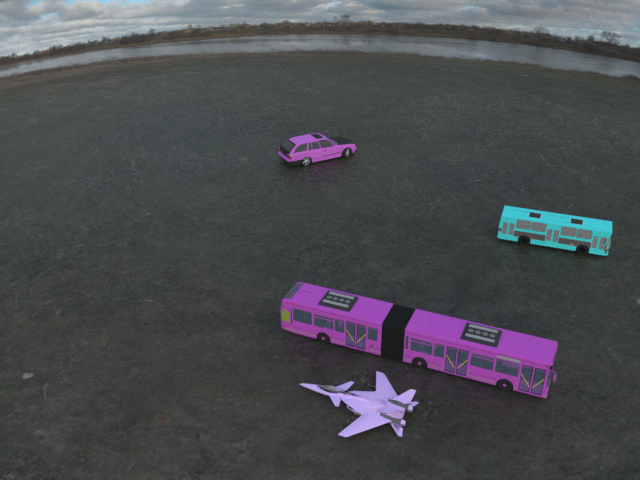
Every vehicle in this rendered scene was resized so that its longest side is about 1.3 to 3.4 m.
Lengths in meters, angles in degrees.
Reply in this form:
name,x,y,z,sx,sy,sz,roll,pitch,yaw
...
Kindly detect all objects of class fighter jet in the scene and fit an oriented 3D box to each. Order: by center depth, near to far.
name,x,y,z,sx,sy,sz,roll,pitch,yaw
fighter jet,0.379,1.738,7.864,1.358,0.286,1.147,13,31,22

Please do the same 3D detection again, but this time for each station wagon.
name,x,y,z,sx,sy,sz,roll,pitch,yaw
station wagon,-0.034,-1.901,14.242,1.597,0.473,0.682,-15,32,-24

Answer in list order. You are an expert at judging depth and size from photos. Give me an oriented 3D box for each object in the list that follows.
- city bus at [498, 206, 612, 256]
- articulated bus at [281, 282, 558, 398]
name,x,y,z,sx,sy,sz,roll,pitch,yaw
city bus,3.698,-0.136,11.068,1.674,0.460,0.476,10,31,17
articulated bus,1.144,1.181,8.587,3.401,0.561,0.605,12,31,20
